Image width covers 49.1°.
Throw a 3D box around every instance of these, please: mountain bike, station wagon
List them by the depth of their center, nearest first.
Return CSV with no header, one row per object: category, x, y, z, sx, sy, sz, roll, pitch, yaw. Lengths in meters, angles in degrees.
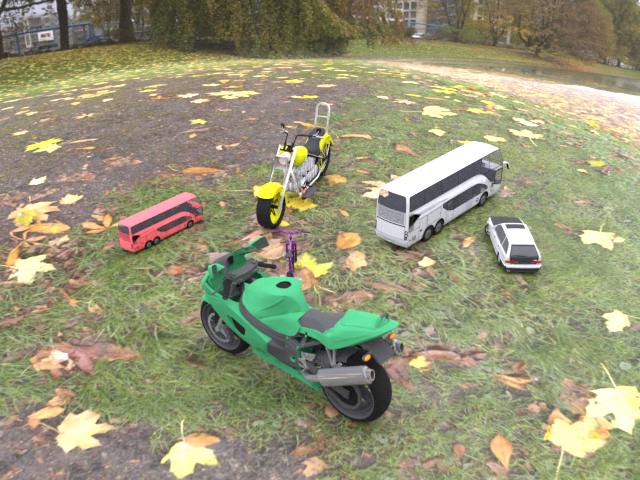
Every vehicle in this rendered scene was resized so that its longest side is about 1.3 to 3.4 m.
mountain bike,-0.431,0.378,10.247,0.573,0.868,1.469,0,29,0
station wagon,3.142,-0.033,11.400,0.682,0.473,1.597,1,29,1

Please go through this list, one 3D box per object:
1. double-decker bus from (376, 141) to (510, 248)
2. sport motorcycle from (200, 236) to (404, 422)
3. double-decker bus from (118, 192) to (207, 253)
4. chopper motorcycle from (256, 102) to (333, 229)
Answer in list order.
double-decker bus,2.207,-0.885,12.346,0.756,1.052,3.251,23,37,36
sport motorcycle,-0.368,1.049,8.275,2.955,1.596,0.983,20,35,32
double-decker bus,-2.651,-0.331,11.870,0.389,0.541,1.672,20,35,32
chopper motorcycle,-0.429,-1.422,12.876,0.906,1.480,3.040,11,31,18
